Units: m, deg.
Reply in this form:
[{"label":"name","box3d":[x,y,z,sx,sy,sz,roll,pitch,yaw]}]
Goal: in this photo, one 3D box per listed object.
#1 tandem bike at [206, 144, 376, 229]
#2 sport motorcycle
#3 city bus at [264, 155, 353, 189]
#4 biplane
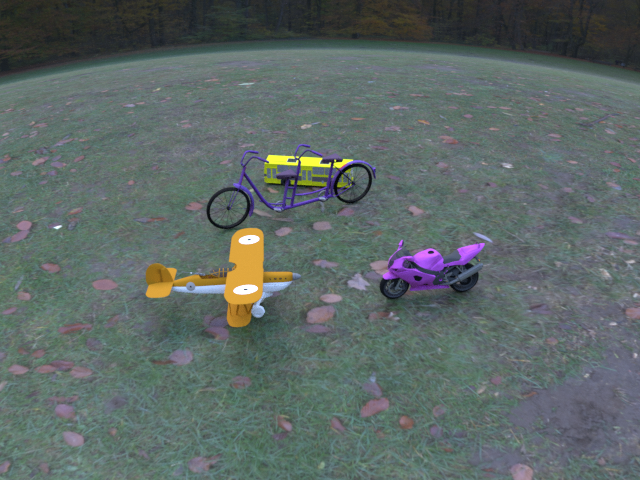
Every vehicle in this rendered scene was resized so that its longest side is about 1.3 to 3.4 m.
[{"label":"tandem bike","box3d":[-0.433,-1.014,12.050,3.192,1.326,0.550,-13,32,-21]},{"label":"sport motorcycle","box3d":[1.601,0.434,10.047,1.520,0.821,0.506,-5,30,-9]},{"label":"city bus","box3d":[-0.210,-1.294,13.399,1.674,0.460,0.476,4,30,7]},{"label":"biplane","box3d":[-1.321,0.552,9.683,2.120,0.981,2.598,-2,30,-3]}]
